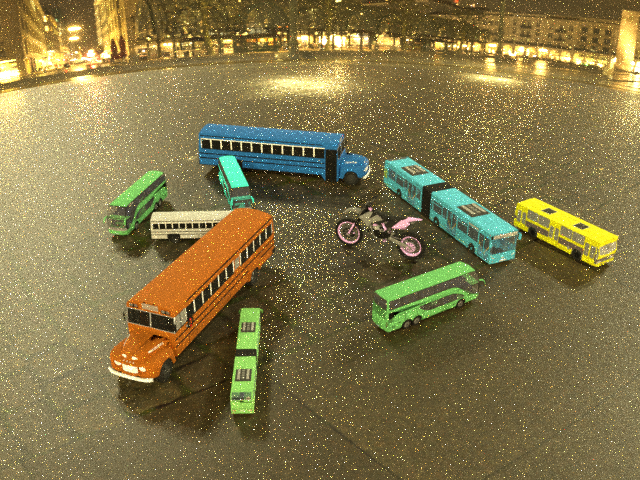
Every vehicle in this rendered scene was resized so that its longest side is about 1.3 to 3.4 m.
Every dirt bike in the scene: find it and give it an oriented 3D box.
[{"bbox_3d":[0.915,-0.183,10.702,1.493,0.857,0.527,13,30,22],"label":"dirt bike"}]

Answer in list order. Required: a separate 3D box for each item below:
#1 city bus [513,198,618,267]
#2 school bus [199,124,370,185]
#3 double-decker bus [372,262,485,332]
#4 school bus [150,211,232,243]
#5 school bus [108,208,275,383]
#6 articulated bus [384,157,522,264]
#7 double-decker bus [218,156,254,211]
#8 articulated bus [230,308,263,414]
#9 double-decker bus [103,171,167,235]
[{"bbox_3d":[3.826,-0.129,11.024,0.476,0.460,1.674,-16,32,-28],"label":"city bus"},{"bbox_3d":[-0.681,-1.683,13.550,3.322,0.844,0.709,6,29,12],"label":"school bus"},{"bbox_3d":[1.450,0.731,9.313,1.672,0.541,0.389,-16,32,-28],"label":"double-decker bus"},{"bbox_3d":[-1.833,-0.224,11.231,1.708,0.434,0.365,-1,28,-2],"label":"school bus"},{"bbox_3d":[-1.582,0.618,9.202,0.709,0.844,3.322,10,30,19],"label":"school bus"},{"bbox_3d":[2.085,-0.590,11.787,0.605,0.561,3.401,-12,30,-21],"label":"articulated bus"},{"bbox_3d":[-1.531,-0.980,12.544,0.389,0.541,1.672,-8,29,-14],"label":"double-decker bus"},{"bbox_3d":[-0.870,1.387,8.342,0.311,0.289,1.749,-1,28,-2],"label":"articulated bus"},{"bbox_3d":[-3.093,-0.631,11.885,0.389,0.541,1.672,6,29,12],"label":"double-decker bus"}]
